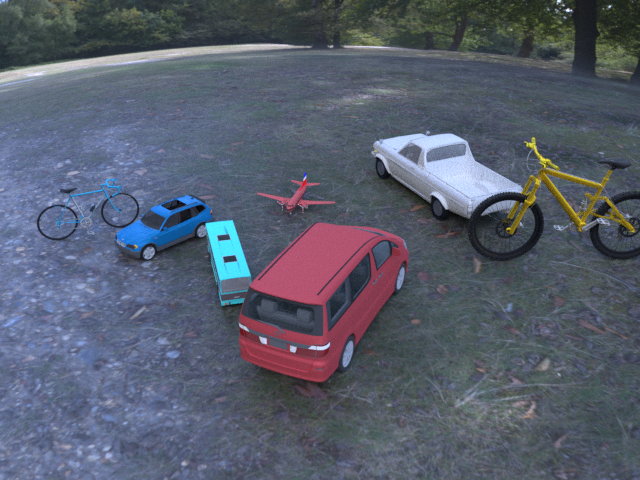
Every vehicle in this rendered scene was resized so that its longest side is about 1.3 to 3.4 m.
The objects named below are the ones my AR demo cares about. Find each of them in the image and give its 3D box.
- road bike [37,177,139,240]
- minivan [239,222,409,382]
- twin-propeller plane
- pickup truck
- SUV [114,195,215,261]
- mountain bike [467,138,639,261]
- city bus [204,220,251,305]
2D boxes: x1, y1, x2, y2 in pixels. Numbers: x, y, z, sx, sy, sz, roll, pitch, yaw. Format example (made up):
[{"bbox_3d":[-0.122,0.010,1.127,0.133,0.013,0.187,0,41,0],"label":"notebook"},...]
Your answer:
[{"bbox_3d":[-3.584,-0.478,10.829,1.545,0.852,0.358,-13,31,-23],"label":"road bike"},{"bbox_3d":[0.174,0.484,8.689,1.324,1.197,3.011,13,31,22],"label":"minivan"},{"bbox_3d":[-0.381,-0.780,11.851,1.370,0.407,1.095,8,29,14],"label":"twin-propeller plane"},{"bbox_3d":[2.100,-1.228,12.064,1.244,0.993,3.117,-13,31,-22],"label":"pickup truck"},{"bbox_3d":[-2.357,-0.230,10.654,0.656,0.580,1.572,25,37,38],"label":"SUV"},{"bbox_3d":[3.549,-0.464,9.923,2.857,1.688,1.114,-1,28,-1],"label":"mountain bike"},{"bbox_3d":[-1.289,0.308,9.787,0.476,0.460,1.674,-7,29,-13],"label":"city bus"}]
